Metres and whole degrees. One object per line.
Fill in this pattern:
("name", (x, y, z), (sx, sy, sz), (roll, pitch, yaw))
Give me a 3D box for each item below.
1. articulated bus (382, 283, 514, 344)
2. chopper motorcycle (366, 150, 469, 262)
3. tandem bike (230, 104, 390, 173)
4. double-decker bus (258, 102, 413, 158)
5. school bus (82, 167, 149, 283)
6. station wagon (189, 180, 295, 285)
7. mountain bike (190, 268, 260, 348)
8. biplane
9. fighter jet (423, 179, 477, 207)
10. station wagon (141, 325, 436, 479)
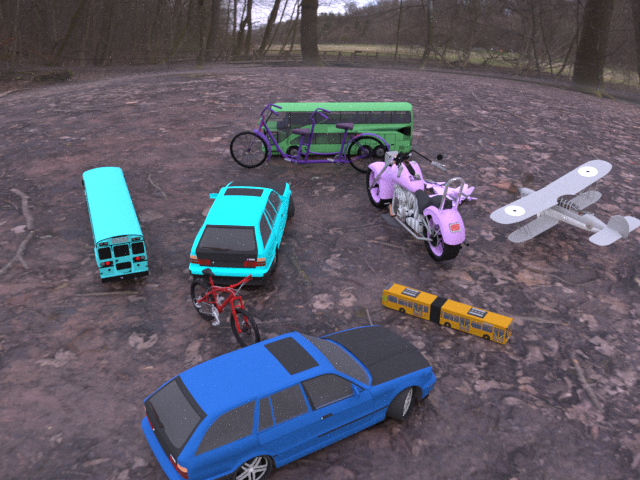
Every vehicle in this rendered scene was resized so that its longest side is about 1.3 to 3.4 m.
("articulated bus", (1.642, 0.944, 9.139), (1.749, 0.289, 0.311), (16, 31, 28))
("chopper motorcycle", (1.452, -0.795, 11.224), (0.906, 1.480, 3.040), (-9, 29, -17))
("tandem bike", (-0.211, -1.968, 13.678), (3.192, 1.326, 0.550), (3, 27, 5))
("double-decker bus", (0.306, -2.311, 14.647), (3.251, 1.052, 0.756), (0, 27, -1))
("school bus", (-3.308, -0.381, 11.113), (0.709, 0.844, 3.322), (-10, 29, -18))
("station wagon", (-1.159, -0.367, 11.001), (1.327, 0.920, 3.105), (2, 27, 4))
("mountain bike", (-1.222, 0.805, 8.774), (0.573, 0.868, 1.469), (-22, 34, -36))
("biplane", (3.896, -0.424, 11.047), (2.598, 0.981, 2.120), (-17, 32, -30))
("fighter jet", (2.224, -1.004, 12.937), (1.147, 0.286, 1.358), (-17, 32, -30))
("station wagon", (-0.232, 1.538, 7.288), (3.105, 0.920, 1.327), (-16, 31, -28))
